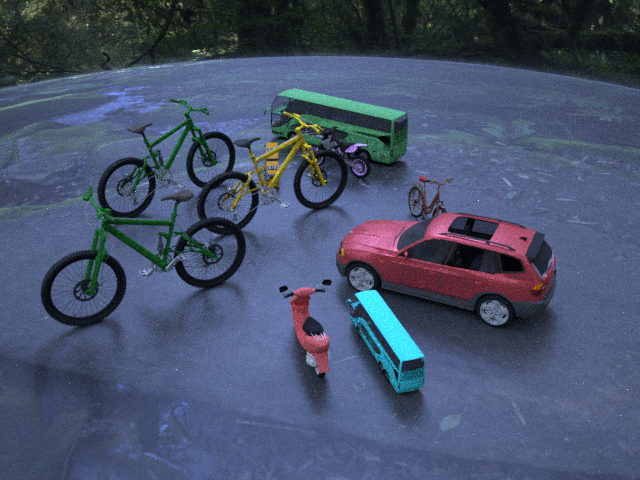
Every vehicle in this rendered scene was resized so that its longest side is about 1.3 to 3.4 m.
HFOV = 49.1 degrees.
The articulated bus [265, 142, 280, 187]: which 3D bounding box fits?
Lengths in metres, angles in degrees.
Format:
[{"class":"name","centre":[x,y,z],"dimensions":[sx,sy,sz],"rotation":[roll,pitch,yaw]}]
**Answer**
[{"class":"articulated bus","centre":[-0.936,-1.496,13.803],"dimensions":[0.311,0.289,1.749],"rotation":[-2,29,-3]}]

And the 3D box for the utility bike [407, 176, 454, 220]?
[{"class":"utility bike","centre":[1.848,-0.661,11.595],"dimensions":[0.535,0.946,1.435],"rotation":[-10,30,-18]}]

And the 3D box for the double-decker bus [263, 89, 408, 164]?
[{"class":"double-decker bus","centre":[0.300,-2.425,14.704],"dimensions":[3.251,1.052,0.756],"rotation":[19,34,31]}]

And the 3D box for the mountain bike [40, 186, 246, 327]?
[{"class":"mountain bike","centre":[-2.303,0.142,9.355],"dimensions":[2.857,1.688,1.114],"rotation":[-17,33,-27]}]

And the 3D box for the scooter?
[{"class":"scooter","centre":[-0.134,1.000,8.589],"dimensions":[0.662,0.919,1.399],"rotation":[-8,30,-14]}]

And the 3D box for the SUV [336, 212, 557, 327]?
[{"class":"SUV","centre":[1.736,0.223,9.789],"dimensions":[3.058,1.128,1.276],"rotation":[13,31,23]}]

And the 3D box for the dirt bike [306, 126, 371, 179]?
[{"class":"dirt bike","centre":[0.330,-1.709,13.601],"dimensions":[1.493,0.857,0.527],"rotation":[18,33,29]}]

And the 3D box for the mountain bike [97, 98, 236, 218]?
[{"class":"mountain bike","centre":[-2.623,-1.430,12.226],"dimensions":[1.114,1.688,2.857],"rotation":[25,38,38]}]

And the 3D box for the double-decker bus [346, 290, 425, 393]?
[{"class":"double-decker bus","centre":[0.792,1.188,8.638],"dimensions":[0.389,0.541,1.672],"rotation":[-9,30,-16]}]

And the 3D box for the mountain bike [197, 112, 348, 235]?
[{"class":"mountain bike","centre":[-0.725,-1.079,11.584],"dimensions":[2.857,1.688,1.114],"rotation":[-17,33,-28]}]
